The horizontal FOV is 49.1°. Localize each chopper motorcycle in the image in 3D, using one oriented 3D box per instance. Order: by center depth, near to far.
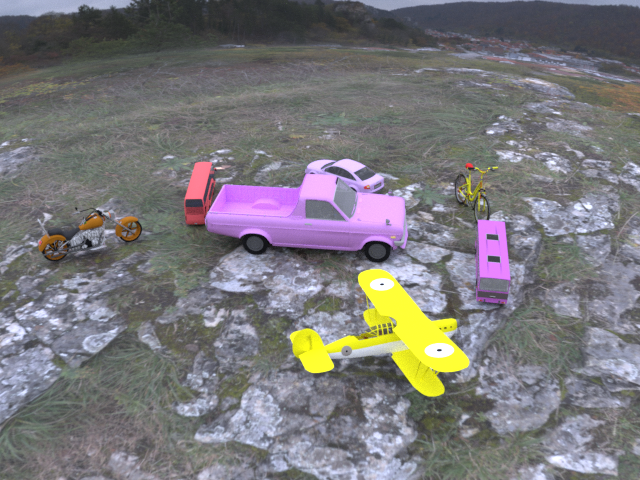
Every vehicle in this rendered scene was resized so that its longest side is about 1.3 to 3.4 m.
[{"bbox_3d":[-3.503,-0.163,10.677,1.563,0.761,0.466,-18,35,-29],"label":"chopper motorcycle"}]

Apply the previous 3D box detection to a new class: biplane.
[{"bbox_3d":[0.703,1.140,8.200,2.120,0.981,2.598,-8,31,-14],"label":"biplane"}]

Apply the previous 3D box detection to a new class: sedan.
[{"bbox_3d":[0.427,-1.205,12.759,1.613,0.483,0.635,24,38,35],"label":"sedan"}]

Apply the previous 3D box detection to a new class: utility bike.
[{"bbox_3d":[2.604,-0.876,11.726,0.535,0.946,1.435,-6,31,-11],"label":"utility bike"}]

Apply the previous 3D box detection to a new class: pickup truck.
[{"bbox_3d":[-0.175,-0.440,10.924,3.117,0.993,1.244,4,30,6],"label":"pickup truck"}]

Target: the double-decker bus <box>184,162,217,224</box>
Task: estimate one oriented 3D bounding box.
[{"bbox_3d":[-2.056,-0.843,12.074,0.389,0.541,1.672,-1,30,-2],"label":"double-decker bus"}]

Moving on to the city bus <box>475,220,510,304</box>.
[{"bbox_3d":[2.487,0.307,10.164,0.476,0.460,1.674,5,30,9],"label":"city bus"}]
